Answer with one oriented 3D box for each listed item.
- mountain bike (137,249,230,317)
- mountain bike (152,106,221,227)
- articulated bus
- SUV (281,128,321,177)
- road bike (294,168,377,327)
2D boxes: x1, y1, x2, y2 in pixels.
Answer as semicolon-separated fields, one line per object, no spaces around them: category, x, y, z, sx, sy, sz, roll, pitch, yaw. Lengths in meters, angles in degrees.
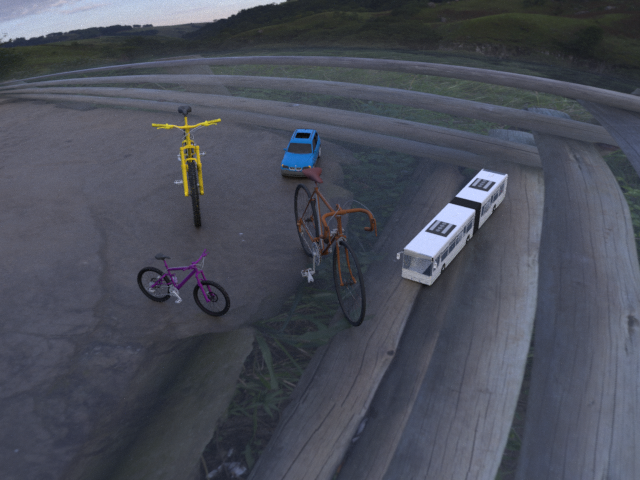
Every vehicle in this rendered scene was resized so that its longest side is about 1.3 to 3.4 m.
mountain bike;-1.896;0.578;9.584;1.469;0.868;0.573;12;32;19
mountain bike;-2.281;-1.449;12.260;1.114;1.688;2.857;-6;31;-10
articulated bus;2.264;-0.304;11.409;0.605;0.561;3.401;17;34;27
SUV;-0.365;-1.745;13.874;0.656;0.580;1.572;4;30;7
road bike;0.081;-0.076;9.925;0.696;1.656;3.004;-10;31;-16
